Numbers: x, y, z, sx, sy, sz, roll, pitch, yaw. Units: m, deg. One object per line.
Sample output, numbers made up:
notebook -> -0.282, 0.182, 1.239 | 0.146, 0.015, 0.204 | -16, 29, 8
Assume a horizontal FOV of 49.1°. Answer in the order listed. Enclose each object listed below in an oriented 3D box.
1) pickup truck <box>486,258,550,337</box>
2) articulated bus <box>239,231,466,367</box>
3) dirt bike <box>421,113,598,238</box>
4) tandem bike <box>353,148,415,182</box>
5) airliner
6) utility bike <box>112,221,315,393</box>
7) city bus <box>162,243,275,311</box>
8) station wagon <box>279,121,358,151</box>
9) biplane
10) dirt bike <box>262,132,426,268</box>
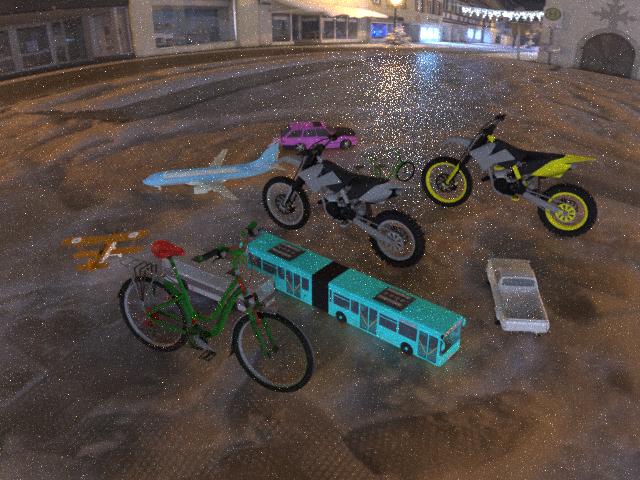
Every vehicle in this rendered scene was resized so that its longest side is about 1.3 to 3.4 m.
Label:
pickup truck -> 2.610, 0.680, 9.315 | 0.640, 0.511, 1.603 | 2, 30, 4
articulated bus -> 0.296, 0.694, 9.239 | 3.401, 0.561, 0.605 | 22, 36, 34
dirt bike -> 2.984, -1.037, 11.163 | 2.903, 1.666, 1.024 | 16, 33, 26
tandem bike -> 1.010, -1.229, 12.495 | 1.642, 0.682, 0.283 | -14, 32, -23
airliner -> -1.915, -1.359, 12.568 | 2.541, 0.835, 2.257 | -5, 30, -10
utility bike -> -1.259, 0.660, 8.007 | 2.791, 1.839, 1.039 | 14, 32, 23
city bus -> -1.412, 0.542, 9.609 | 1.674, 0.460, 0.476 | 18, 34, 29
station wagon -> -0.025, -2.154, 14.330 | 1.597, 0.473, 0.682 | -5, 30, -8
biplane -> -3.179, 0.170, 10.218 | 1.336, 0.504, 1.090 | 2, 30, 4
dirt bike -> 0.276, -0.616, 10.422 | 2.903, 1.666, 1.024 | 19, 35, 29
